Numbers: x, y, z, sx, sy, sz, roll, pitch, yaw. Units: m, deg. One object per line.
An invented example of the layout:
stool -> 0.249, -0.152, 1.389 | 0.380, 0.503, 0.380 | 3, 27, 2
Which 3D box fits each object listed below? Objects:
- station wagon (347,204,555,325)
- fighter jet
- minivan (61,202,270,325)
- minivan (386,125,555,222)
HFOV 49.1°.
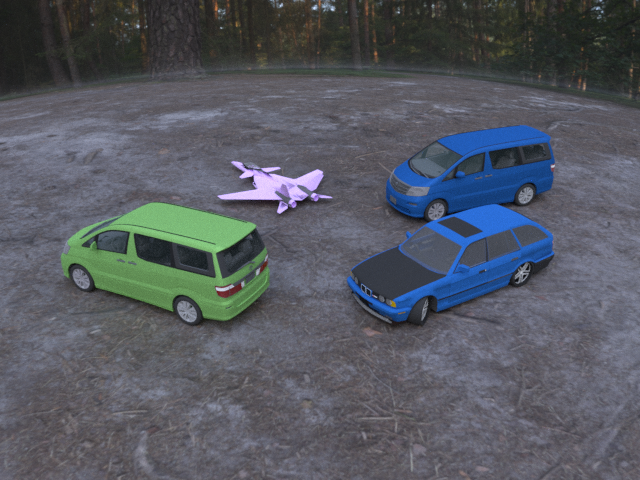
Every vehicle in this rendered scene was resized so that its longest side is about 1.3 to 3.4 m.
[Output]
station wagon -> 1.862, 0.232, 9.795 | 3.105, 0.920, 1.327 | -16, 31, -29
fighter jet -> -1.008, -1.248, 13.125 | 2.229, 0.557, 2.640 | -18, 32, -32
minivan -> -2.201, 0.175, 9.602 | 3.011, 1.197, 1.324 | 13, 30, 24
minivan -> 2.645, -1.222, 12.364 | 3.011, 1.197, 1.324 | -10, 29, -20
